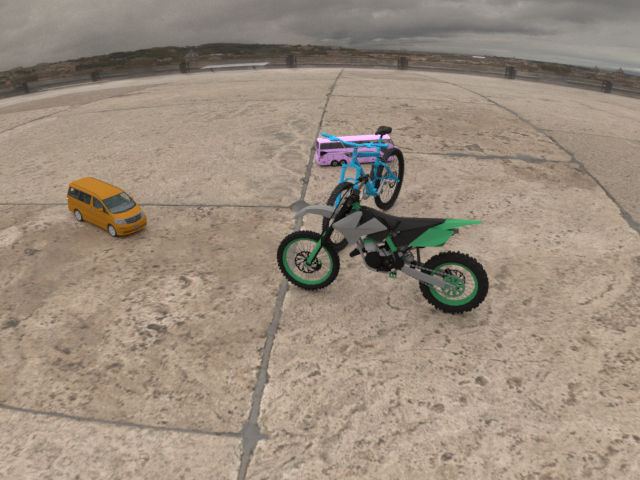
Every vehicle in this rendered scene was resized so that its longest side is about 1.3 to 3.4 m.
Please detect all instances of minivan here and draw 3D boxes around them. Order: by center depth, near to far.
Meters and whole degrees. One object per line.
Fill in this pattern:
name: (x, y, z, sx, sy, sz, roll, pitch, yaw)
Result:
minivan: (-3.573, -0.570, 11.703, 1.548, 0.616, 0.681, 20, 33, 34)

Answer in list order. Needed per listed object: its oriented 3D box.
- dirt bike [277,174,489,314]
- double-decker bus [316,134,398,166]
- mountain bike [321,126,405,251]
dirt bike: (0.785, 0.097, 9.234, 2.903, 1.666, 1.024, 8, 28, 15)
double-decker bus: (0.749, -1.836, 14.275, 1.672, 0.541, 0.389, -5, 27, -10)
mountain bike: (0.764, -0.978, 11.324, 1.114, 1.688, 2.857, 14, 30, 26)
